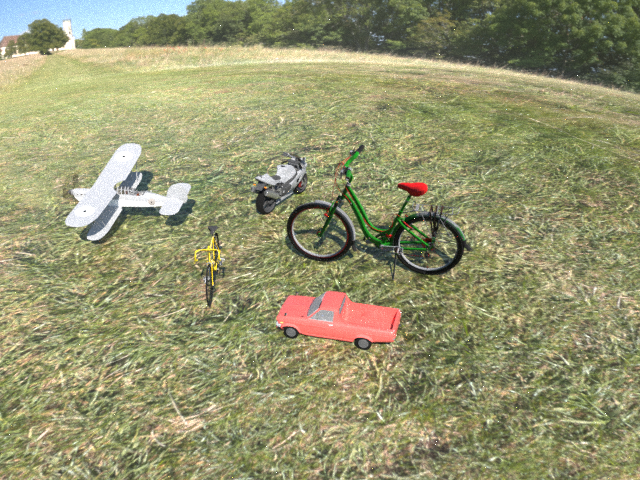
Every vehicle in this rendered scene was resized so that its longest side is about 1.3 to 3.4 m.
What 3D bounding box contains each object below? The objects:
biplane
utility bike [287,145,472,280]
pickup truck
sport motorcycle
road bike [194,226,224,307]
[{"bbox_3d":[-3.267,-0.708,11.819,2.120,0.981,2.598,4,28,7],"label":"biplane"},{"bbox_3d":[0.817,-0.314,10.161,2.791,1.839,1.039,7,29,12],"label":"utility bike"},{"bbox_3d":[0.241,0.993,9.115,1.603,0.511,0.640,7,29,13],"label":"pickup truck"},{"bbox_3d":[-0.678,-1.036,12.608,0.506,0.821,1.520,17,32,29],"label":"sport motorcycle"},{"bbox_3d":[-1.548,0.292,10.072,0.358,0.852,1.545,-1,28,-1],"label":"road bike"}]
